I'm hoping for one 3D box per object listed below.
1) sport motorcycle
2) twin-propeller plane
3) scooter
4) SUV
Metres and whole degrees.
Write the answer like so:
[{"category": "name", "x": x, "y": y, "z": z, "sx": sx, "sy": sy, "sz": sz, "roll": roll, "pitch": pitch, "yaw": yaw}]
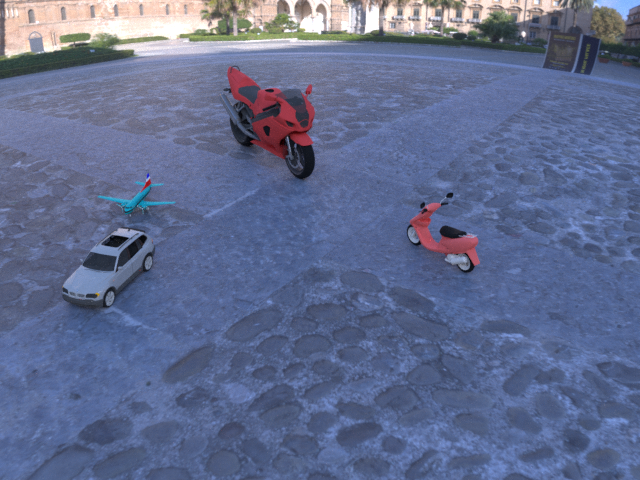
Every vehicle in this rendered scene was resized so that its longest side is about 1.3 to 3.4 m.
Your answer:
[{"category": "sport motorcycle", "x": -0.972, "y": -2.280, "z": 13.310, "sx": 0.983, "sy": 1.596, "sz": 2.955, "roll": -18, "pitch": 33, "yaw": -30}, {"category": "twin-propeller plane", "x": -3.044, "y": -0.747, "z": 11.742, "sx": 1.370, "sy": 0.407, "sz": 1.095, "roll": 5, "pitch": 29, "yaw": 9}, {"category": "scooter", "x": 1.765, "y": -0.138, "z": 10.091, "sx": 0.662, "sy": 0.919, "sz": 1.399, "roll": -20, "pitch": 34, "yaw": -32}, {"category": "SUV", "x": -2.869, "y": 0.340, "z": 9.567, "sx": 0.656, "sy": 0.580, "sz": 1.572, "roll": 9, "pitch": 30, "yaw": 16}]
